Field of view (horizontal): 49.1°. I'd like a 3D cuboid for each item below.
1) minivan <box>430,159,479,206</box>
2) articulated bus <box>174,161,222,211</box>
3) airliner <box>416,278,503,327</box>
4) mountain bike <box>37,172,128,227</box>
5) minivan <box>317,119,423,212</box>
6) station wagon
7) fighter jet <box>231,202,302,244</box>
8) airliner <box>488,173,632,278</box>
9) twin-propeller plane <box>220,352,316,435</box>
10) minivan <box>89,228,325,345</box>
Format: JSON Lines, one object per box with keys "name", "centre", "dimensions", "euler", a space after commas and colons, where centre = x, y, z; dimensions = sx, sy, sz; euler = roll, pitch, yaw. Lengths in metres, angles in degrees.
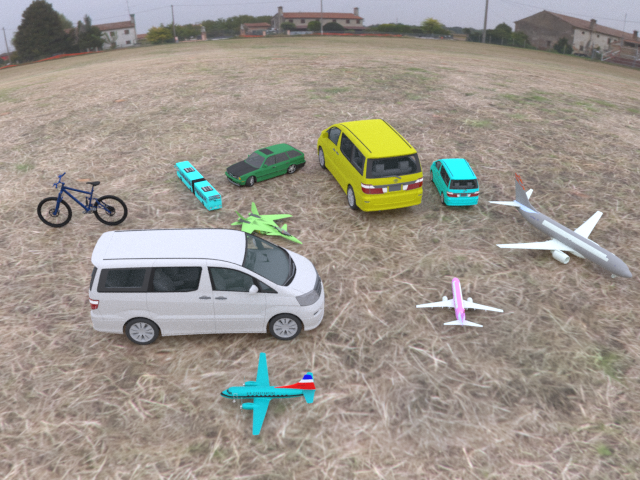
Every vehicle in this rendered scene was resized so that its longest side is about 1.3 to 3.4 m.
{"name": "minivan", "centre": [2.426, -1.145, 12.712], "dimensions": [0.681, 0.616, 1.548], "euler": [-2, 30, -3]}
{"name": "articulated bus", "centre": [-2.234, -1.010, 12.805], "dimensions": [0.311, 0.289, 1.749], "euler": [-15, 33, -25]}
{"name": "airliner", "centre": [1.902, 0.775, 9.556], "dimensions": [1.161, 0.429, 1.307], "euler": [3, 30, 5]}
{"name": "mountain bike", "centre": [-3.934, -0.610, 11.527], "dimensions": [1.469, 0.868, 0.573], "euler": [-2, 30, -4]}
{"name": "minivan", "centre": [0.835, -1.560, 12.850], "dimensions": [1.324, 1.197, 3.011], "euler": [-8, 31, -14]}
{"name": "station wagon", "centre": [-1.052, -1.474, 13.428], "dimensions": [1.597, 0.473, 0.682], "euler": [-21, 36, -32]}
{"name": "fighter jet", "centre": [-0.792, -0.234, 11.456], "dimensions": [1.358, 0.286, 1.147], "euler": [23, 37, 35]}
{"name": "airliner", "centre": [3.844, -0.222, 10.885], "dimensions": [2.257, 0.835, 2.541], "euler": [-16, 34, -26]}
{"name": "twin-propeller plane", "centre": [-0.595, 1.694, 7.978], "dimensions": [1.095, 0.407, 1.370], "euler": [0, 30, -1]}
{"name": "minivan", "centre": [-1.445, 0.537, 9.201], "dimensions": [3.011, 1.197, 1.324], "euler": [-1, 30, -3]}
